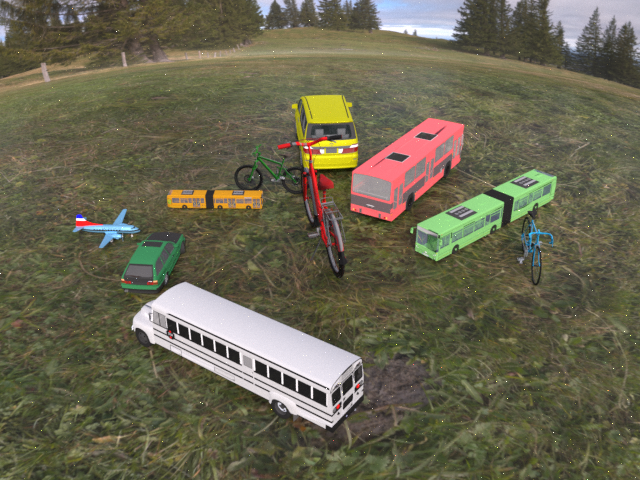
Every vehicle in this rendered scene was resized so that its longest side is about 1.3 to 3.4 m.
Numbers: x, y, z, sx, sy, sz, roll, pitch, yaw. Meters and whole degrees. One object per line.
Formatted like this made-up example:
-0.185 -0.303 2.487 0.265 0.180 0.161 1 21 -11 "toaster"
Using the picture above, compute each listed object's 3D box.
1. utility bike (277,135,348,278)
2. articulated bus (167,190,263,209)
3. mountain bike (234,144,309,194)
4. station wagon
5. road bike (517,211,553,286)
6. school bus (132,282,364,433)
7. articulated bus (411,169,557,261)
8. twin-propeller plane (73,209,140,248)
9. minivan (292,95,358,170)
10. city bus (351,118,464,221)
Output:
-0.080 -0.636 11.061 1.039 1.839 2.791 -7 30 -12 "utility bike"
-1.904 -0.744 12.826 1.749 0.289 0.311 1 29 1 "articulated bus"
-0.903 -1.286 13.198 1.469 0.868 0.573 3 30 6 "mountain bike"
-2.569 0.247 10.886 0.682 0.473 1.597 3 30 5 "station wagon"
3.293 0.044 10.862 0.358 0.852 1.545 3 30 5 "road bike"
-1.031 1.307 8.636 3.322 0.844 0.709 19 35 30 "school bus"
2.926 -0.491 12.102 3.401 0.561 0.605 -24 37 -35 "articulated bus"
-3.583 -0.239 11.813 1.095 0.407 1.370 1 30 2 "twin-propeller plane"
0.093 -2.460 14.939 1.324 1.197 3.011 -2 30 -4 "minivan"
1.734 -1.370 13.318 0.926 0.894 3.255 17 34 27 "city bus"
